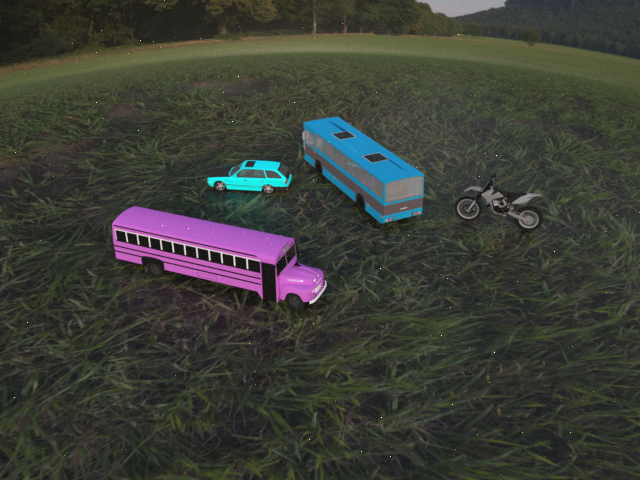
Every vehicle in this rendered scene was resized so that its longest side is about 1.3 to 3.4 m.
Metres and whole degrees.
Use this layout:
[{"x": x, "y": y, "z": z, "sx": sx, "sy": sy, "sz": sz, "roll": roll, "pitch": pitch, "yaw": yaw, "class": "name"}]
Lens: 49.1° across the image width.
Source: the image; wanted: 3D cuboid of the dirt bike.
[{"x": 3.049, "y": -0.615, "z": 11.902, "sx": 1.493, "sy": 0.857, "sz": 0.527, "roll": 11, "pitch": 31, "yaw": 18, "class": "dirt bike"}]

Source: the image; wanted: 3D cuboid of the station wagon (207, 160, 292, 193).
[{"x": -1.358, "y": -1.246, "z": 13.405, "sx": 1.597, "sy": 0.473, "sz": 0.682, "roll": 3, "pitch": 30, "yaw": 6, "class": "station wagon"}]

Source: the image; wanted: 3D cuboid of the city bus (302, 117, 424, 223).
[{"x": 0.717, "y": -1.354, "z": 13.168, "sx": 0.926, "sy": 0.894, "sz": 3.255, "roll": -14, "pitch": 32, "yaw": -22, "class": "city bus"}]

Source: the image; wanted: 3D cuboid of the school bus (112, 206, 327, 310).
[{"x": -1.511, "y": 0.228, "z": 10.426, "sx": 3.322, "sy": 0.844, "sz": 0.709, "roll": 11, "pitch": 31, "yaw": 19, "class": "school bus"}]
